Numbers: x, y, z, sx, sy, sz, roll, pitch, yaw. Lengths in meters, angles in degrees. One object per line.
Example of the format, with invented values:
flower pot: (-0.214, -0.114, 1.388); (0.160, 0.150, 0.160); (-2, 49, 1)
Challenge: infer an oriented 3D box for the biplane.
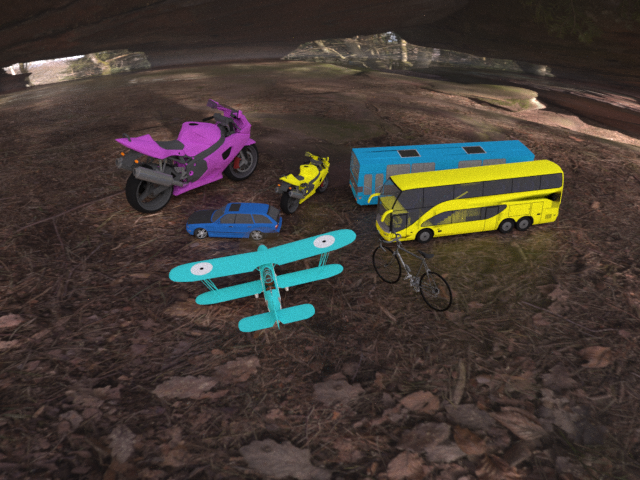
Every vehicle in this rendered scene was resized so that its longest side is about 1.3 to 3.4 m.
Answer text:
biplane: (-0.730, 0.601, 9.535); (2.598, 0.981, 2.120); (-5, 29, -9)

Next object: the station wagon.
station wagon: (-1.453, -0.345, 11.782); (1.597, 0.473, 0.682); (1, 29, 3)

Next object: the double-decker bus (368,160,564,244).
double-decker bus: (2.459, -0.648, 11.732); (3.251, 1.052, 0.756); (-7, 30, -12)

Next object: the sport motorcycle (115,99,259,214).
sport motorcycle: (-2.307, -1.533, 12.778); (2.955, 1.596, 0.983); (-25, 37, -37)

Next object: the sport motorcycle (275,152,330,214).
sport motorcycle: (-0.264, -1.043, 12.691); (0.506, 0.821, 1.520); (17, 33, 28)

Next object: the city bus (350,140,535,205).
city bus: (2.221, -1.215, 12.928); (3.255, 0.894, 0.926); (-4, 29, -7)

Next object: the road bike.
road bike: (1.295, 0.432, 9.977); (0.358, 0.852, 1.545); (-22, 36, -35)
